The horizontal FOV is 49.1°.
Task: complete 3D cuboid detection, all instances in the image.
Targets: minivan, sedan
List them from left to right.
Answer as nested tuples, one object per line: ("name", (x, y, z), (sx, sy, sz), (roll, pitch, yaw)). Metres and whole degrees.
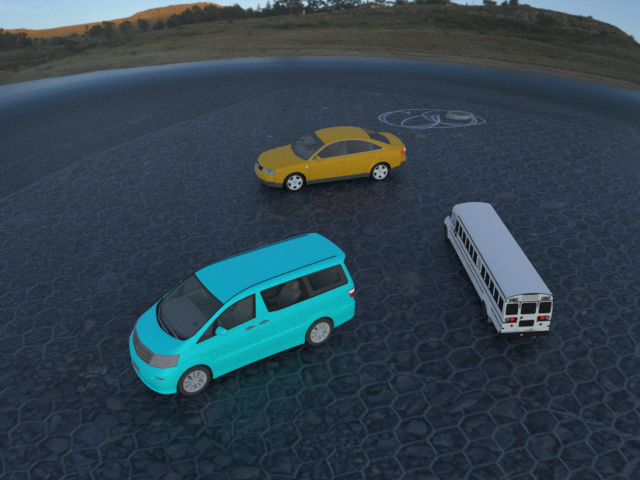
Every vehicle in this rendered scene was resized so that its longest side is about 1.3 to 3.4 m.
("minivan", (-1.007, 0.900, 9.210), (3.011, 1.197, 1.324), (-17, 33, -29))
("sedan", (0.217, -1.747, 14.278), (3.137, 0.940, 1.235), (-9, 30, -15))

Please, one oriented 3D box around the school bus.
("school bus", (2.597, 0.279, 10.702), (0.709, 0.844, 3.322), (-2, 29, -4))
